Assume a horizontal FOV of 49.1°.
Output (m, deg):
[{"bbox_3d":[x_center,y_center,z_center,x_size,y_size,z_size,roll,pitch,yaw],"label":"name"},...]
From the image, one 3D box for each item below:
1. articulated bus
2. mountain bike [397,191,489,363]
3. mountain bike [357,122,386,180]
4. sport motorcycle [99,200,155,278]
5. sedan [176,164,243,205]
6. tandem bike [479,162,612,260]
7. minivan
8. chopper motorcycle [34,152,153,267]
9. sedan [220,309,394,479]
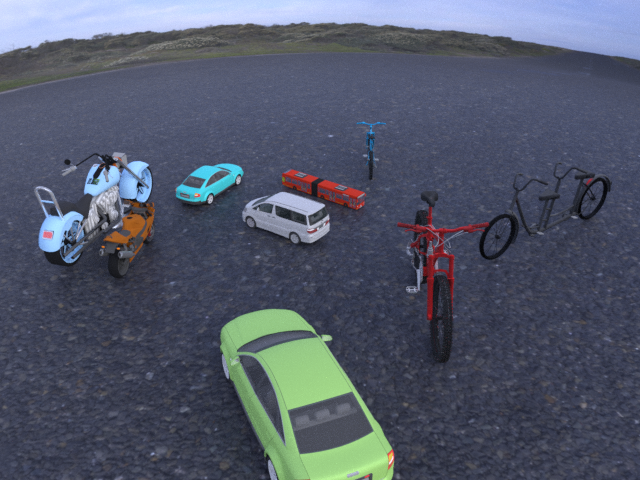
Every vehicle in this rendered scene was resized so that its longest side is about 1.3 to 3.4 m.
[{"bbox_3d":[0.048,-0.941,12.880,1.749,0.289,0.311,20,36,31],"label":"articulated bus"},{"bbox_3d":[1.491,0.279,9.334,1.114,1.688,2.857,0,30,0],"label":"mountain bike"},{"bbox_3d":[1.000,-1.804,13.807,0.573,0.868,1.469,1,30,2],"label":"mountain bike"},{"bbox_3d":[-2.909,-0.059,10.800,0.506,0.821,1.520,6,30,10],"label":"sport motorcycle"},{"bbox_3d":[-2.027,-1.121,12.998,0.635,0.483,1.613,15,33,24],"label":"sedan"},{"bbox_3d":[3.734,-0.620,11.274,3.192,1.326,0.550,-19,35,-30],"label":"tandem bike"},{"bbox_3d":[-0.597,-0.437,11.668,1.548,0.616,0.681,20,35,30],"label":"minivan"},{"bbox_3d":[-3.561,-0.758,11.359,0.906,1.480,3.040,8,31,13],"label":"chopper motorcycle"},{"bbox_3d":[-0.272,1.607,7.763,1.235,0.940,3.137,-12,32,-19],"label":"sedan"}]
